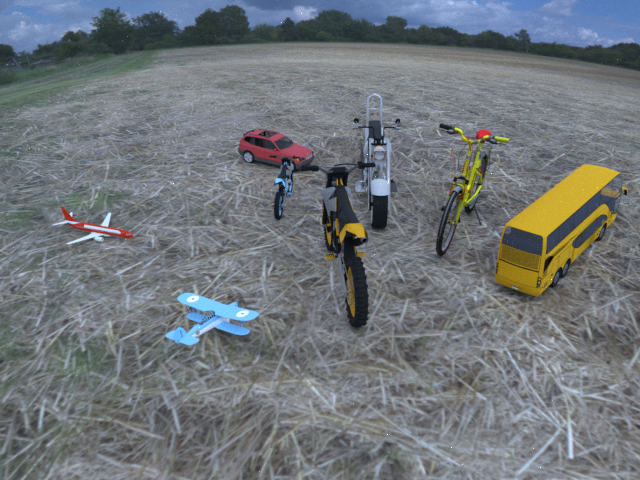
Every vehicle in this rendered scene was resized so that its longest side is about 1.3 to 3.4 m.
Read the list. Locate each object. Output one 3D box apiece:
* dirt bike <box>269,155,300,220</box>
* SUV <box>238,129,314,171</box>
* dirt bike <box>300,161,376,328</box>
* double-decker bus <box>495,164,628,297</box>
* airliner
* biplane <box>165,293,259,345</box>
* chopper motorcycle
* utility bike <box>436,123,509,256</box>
[{"bbox_3d":[-0.625,-0.983,12.009,0.527,0.857,1.493,4,28,7],"label":"dirt bike"},{"bbox_3d":[-0.878,-1.807,13.874,1.572,0.580,0.656,15,31,26],"label":"SUV"},{"bbox_3d":[0.293,-0.143,9.541,1.024,1.666,2.903,-4,28,-7],"label":"dirt bike"},{"bbox_3d":[3.651,-0.251,10.407,0.756,1.052,3.251,21,34,34],"label":"double-decker bus"},{"bbox_3d":[-3.540,-0.257,11.087,1.307,0.429,1.161,9,29,16],"label":"airliner"},{"bbox_3d":[-1.381,1.003,8.609,1.336,0.504,1.090,20,34,33],"label":"biplane"},{"bbox_3d":[0.982,-1.437,12.205,0.906,1.480,3.040,1,28,1],"label":"chopper motorcycle"},{"bbox_3d":[2.391,-0.959,10.908,1.039,1.839,2.791,12,30,22],"label":"utility bike"}]
